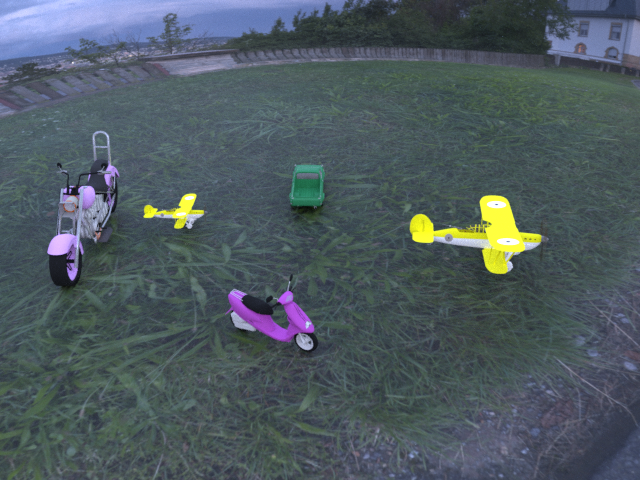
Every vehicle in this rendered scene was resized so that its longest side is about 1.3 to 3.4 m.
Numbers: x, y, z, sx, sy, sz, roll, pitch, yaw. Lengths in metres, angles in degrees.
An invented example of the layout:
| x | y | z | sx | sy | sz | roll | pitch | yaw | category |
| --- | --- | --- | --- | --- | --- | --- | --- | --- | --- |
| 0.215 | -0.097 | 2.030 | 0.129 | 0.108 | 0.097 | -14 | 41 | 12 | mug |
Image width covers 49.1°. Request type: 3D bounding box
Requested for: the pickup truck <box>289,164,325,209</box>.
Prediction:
| x | y | z | sx | sy | sz | roll | pitch | yaw | category |
| --- | --- | --- | --- | --- | --- | --- | --- | --- | --- |
| -0.230 | -1.063 | 13.141 | 0.640 | 0.511 | 1.603 | 1 | 30 | 1 | pickup truck |

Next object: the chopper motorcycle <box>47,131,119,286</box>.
| x | y | z | sx | sy | sz | roll | pitch | yaw | category |
| --- | --- | --- | --- | --- | --- | --- | --- | --- | --- |
| -3.807 | -0.569 | 11.295 | 0.906 | 1.480 | 3.040 | 0 | 30 | 0 | chopper motorcycle |

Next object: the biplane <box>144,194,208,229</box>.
| x | y | z | sx | sy | sz | roll | pitch | yaw | category |
| --- | --- | --- | --- | --- | --- | --- | --- | --- | --- |
| -2.483 | -0.467 | 12.101 | 1.090 | 0.504 | 1.336 | -1 | 30 | -1 | biplane |

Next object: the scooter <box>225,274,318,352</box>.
| x | y | z | sx | sy | sz | roll | pitch | yaw | category |
| --- | --- | --- | --- | --- | --- | --- | --- | --- | --- |
| -0.652 | 0.941 | 9.208 | 1.399 | 0.919 | 0.662 | 14 | 33 | 23 | scooter |

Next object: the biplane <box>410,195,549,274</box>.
| x | y | z | sx | sy | sz | roll | pitch | yaw | category |
| --- | --- | --- | --- | --- | --- | --- | --- | --- | --- |
| 2.465 | -0.070 | 10.923 | 2.120 | 0.981 | 2.598 | 4 | 30 | 7 | biplane |
